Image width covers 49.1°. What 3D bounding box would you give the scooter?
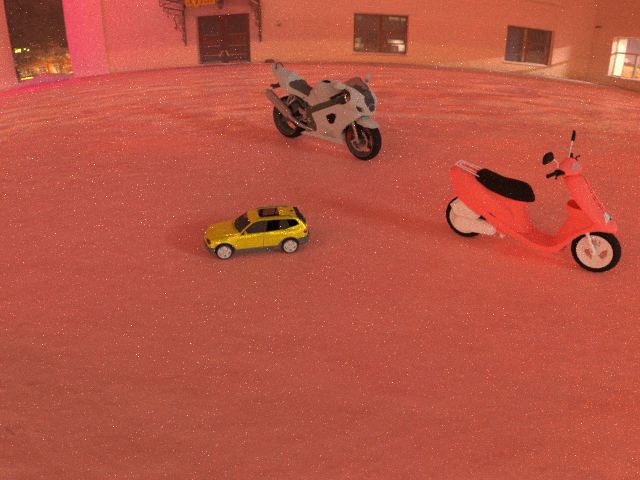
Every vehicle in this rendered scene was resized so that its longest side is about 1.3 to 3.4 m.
[{"bbox_3d":[3.005,-0.621,10.031,2.721,1.786,1.288,17,32,30],"label":"scooter"}]

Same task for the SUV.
[{"bbox_3d":[-0.945,-0.148,10.429,1.572,0.580,0.656,-5,28,-10],"label":"SUV"}]

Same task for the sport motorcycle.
[{"bbox_3d":[0.080,-2.636,14.182,2.955,1.596,0.983,23,35,37],"label":"sport motorcycle"}]
